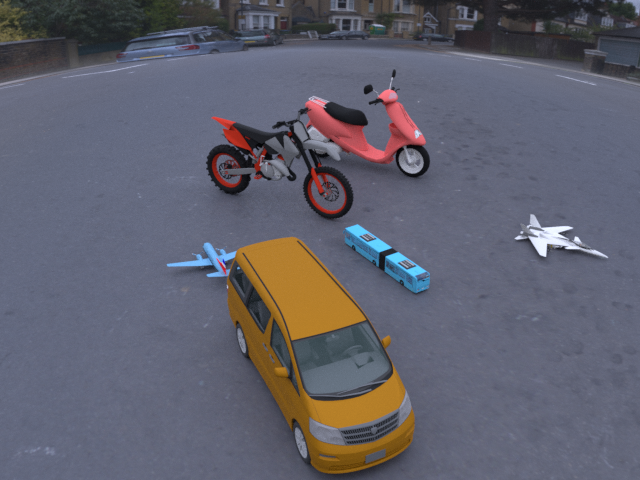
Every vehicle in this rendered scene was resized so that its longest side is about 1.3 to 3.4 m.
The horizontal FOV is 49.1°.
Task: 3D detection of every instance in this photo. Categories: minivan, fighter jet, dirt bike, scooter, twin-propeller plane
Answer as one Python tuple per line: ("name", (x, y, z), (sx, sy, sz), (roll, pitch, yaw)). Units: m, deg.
("minivan", (-0.089, 1.135, 7.762), (1.324, 1.197, 3.011), (-13, 32, -21))
("fighter jet", (3.753, -0.015, 10.737), (1.358, 0.286, 1.147), (21, 35, 32))
("dirt bike", (-0.729, -1.334, 11.675), (2.903, 1.666, 1.024), (16, 33, 25))
("scooter", (0.823, -2.219, 13.127), (2.721, 1.786, 1.288), (15, 33, 25))
("twin-propeller plane", (-1.523, 0.241, 10.158), (1.370, 0.407, 1.095), (-13, 32, -21))

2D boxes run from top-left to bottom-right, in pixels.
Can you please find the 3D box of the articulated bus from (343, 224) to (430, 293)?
("articulated bus", (0.946, 0.248, 10.266), (0.311, 0.289, 1.749), (-18, 34, -28))
